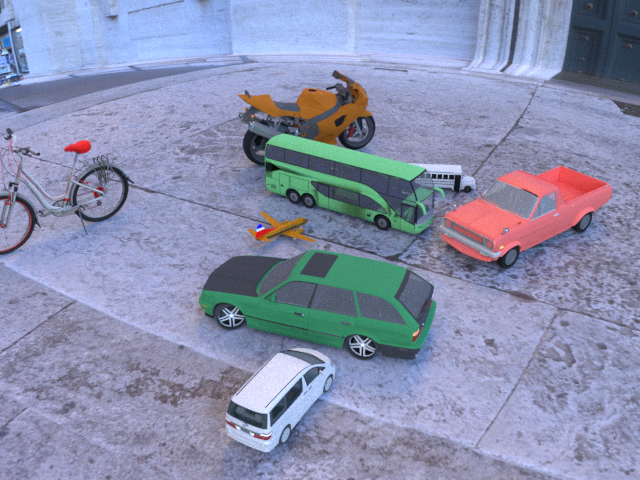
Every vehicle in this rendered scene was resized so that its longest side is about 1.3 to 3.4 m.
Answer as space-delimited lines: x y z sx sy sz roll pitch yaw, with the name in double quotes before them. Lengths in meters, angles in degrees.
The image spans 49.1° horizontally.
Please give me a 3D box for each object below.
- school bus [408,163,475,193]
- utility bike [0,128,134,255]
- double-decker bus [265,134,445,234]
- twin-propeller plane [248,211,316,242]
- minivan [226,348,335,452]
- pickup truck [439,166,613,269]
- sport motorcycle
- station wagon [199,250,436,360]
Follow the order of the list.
"school bus" 2.026 -1.171 12.991 1.708 0.434 0.365 3 30 5
"utility bike" -4.150 -0.828 10.955 2.791 1.839 1.039 -25 38 -37
"double-decker bus" 0.498 -0.979 12.023 3.251 1.052 0.756 18 34 29
"twin-propeller plane" -0.611 -0.220 11.334 1.095 0.407 1.370 -24 37 -36
"minivan" -0.399 1.650 7.811 0.681 0.616 1.548 16 33 26
"pickup truck" 3.389 -0.553 11.327 3.117 0.993 1.244 -21 35 -32
"sport motorcycle" -0.201 -2.407 13.998 2.955 1.596 0.983 -12 32 -21
"station wagon" -0.068 0.690 9.200 3.105 0.920 1.327 10 31 17
